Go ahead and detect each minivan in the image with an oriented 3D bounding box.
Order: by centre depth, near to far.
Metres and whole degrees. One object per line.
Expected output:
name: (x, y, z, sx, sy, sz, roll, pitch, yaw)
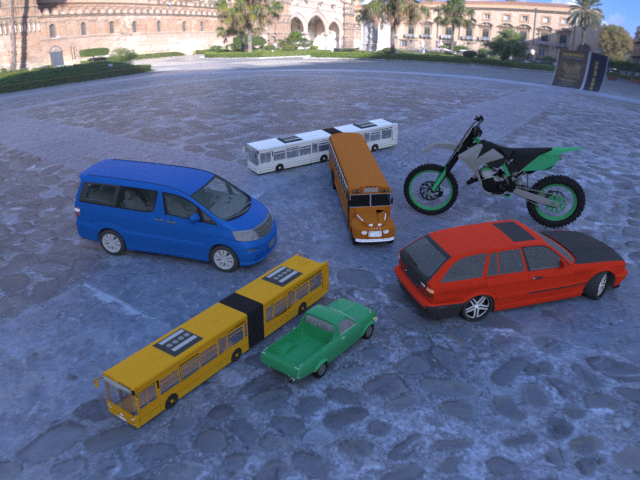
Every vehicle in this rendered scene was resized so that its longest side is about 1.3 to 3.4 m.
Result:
minivan: (-2.144, -0.429, 10.530, 3.011, 1.197, 1.324, 8, 27, 15)

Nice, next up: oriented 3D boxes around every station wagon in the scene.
station wagon: (2.612, 0.276, 9.419, 3.105, 0.920, 1.327, -8, 27, -15)

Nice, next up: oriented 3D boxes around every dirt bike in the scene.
dirt bike: (2.807, -1.055, 11.264, 2.903, 1.666, 1.024, 6, 27, 12)

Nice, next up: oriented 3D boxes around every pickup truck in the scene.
pickup truck: (0.022, 1.102, 8.216, 0.640, 0.511, 1.603, 19, 32, 33)

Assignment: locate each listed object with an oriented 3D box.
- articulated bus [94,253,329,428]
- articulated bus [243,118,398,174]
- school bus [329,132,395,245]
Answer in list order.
articulated bus: (-1.063, 1.041, 8.282, 0.605, 0.561, 3.401, 18, 32, 32)
articulated bus: (0.095, -1.947, 14.305, 3.401, 0.561, 0.605, -15, 30, -28)
school bus: (0.666, -0.942, 11.960, 0.709, 0.844, 3.322, -3, 27, -5)
